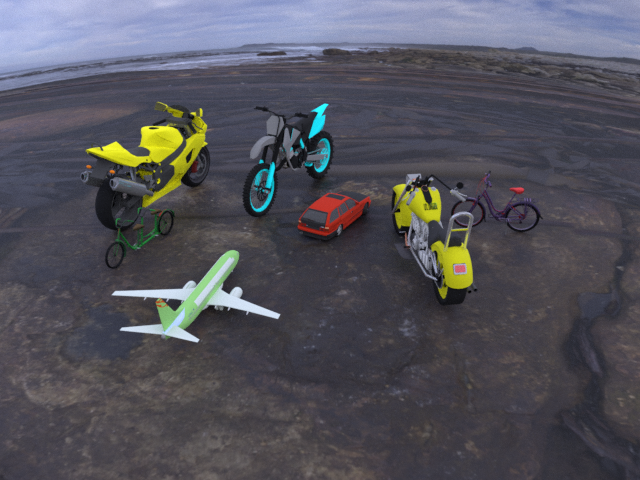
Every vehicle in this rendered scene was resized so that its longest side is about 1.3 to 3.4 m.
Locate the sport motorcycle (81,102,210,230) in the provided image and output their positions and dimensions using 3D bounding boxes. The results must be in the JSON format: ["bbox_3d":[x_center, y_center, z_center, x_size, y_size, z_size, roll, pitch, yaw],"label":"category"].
[{"bbox_3d":[-2.772,-1.299,11.796,0.983,1.596,2.955,13,30,23],"label":"sport motorcycle"}]

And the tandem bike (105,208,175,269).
[{"bbox_3d":[-2.694,-0.155,10.552,0.283,0.682,1.642,12,29,23],"label":"tandem bike"}]

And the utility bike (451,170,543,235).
[{"bbox_3d":[2.811,-0.550,11.038,1.435,0.946,0.535,5,27,9],"label":"utility bike"}]

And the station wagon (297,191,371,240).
[{"bbox_3d":[0.271,-0.510,11.481,0.682,0.473,1.597,15,30,27],"label":"station wagon"}]

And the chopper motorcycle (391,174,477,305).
[{"bbox_3d":[1.516,-0.284,9.925,0.906,1.480,3.040,-4,27,-8],"label":"chopper motorcycle"}]

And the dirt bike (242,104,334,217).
[{"bbox_3d":[-0.482,-1.539,12.191,1.024,1.666,2.903,14,30,26],"label":"dirt bike"}]

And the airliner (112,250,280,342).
[{"bbox_3d":[-1.526,0.527,9.039,2.257,0.835,2.541,7,28,13],"label":"airliner"}]
